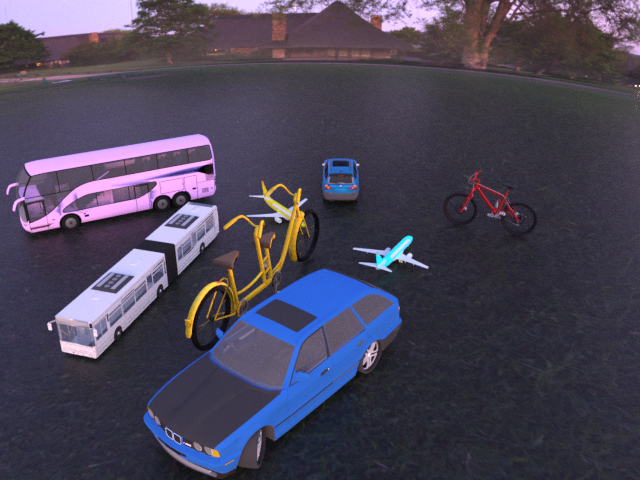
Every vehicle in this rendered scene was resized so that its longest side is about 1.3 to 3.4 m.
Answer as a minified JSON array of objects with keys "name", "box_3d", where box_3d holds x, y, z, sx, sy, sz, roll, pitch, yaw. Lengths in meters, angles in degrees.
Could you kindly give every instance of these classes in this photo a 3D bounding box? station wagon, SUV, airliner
[{"name":"station wagon","box_3d":[-0.395,1.195,7.394,1.327,0.920,3.105,20,33,34]},{"name":"SUV","box_3d":[0.362,-1.154,12.314,0.656,0.580,1.572,1,27,1]},{"name":"airliner","box_3d":[1.066,0.110,10.030,1.161,0.429,1.307,15,31,26]},{"name":"airliner","box_3d":[-0.611,-0.567,11.341,1.161,0.429,1.307,-18,32,-31]}]

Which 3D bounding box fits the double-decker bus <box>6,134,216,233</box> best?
[{"name":"double-decker bus","box_3d":[-3.306,-0.931,11.367,3.251,1.052,0.756,-14,31,-25]}]

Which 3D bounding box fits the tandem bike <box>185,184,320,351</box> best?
[{"name":"tandem bike","box_3d":[-0.749,0.195,8.889,0.550,1.326,3.192,13,30,24]}]

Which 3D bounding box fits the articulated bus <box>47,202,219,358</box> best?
[{"name":"articulated bus","box_3d":[-2.285,0.392,9.340,0.605,0.561,3.401,8,28,15]}]

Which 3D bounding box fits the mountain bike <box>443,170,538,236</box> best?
[{"name":"mountain bike","box_3d":[2.637,-0.549,10.828,1.469,0.868,0.573,11,29,21]}]
